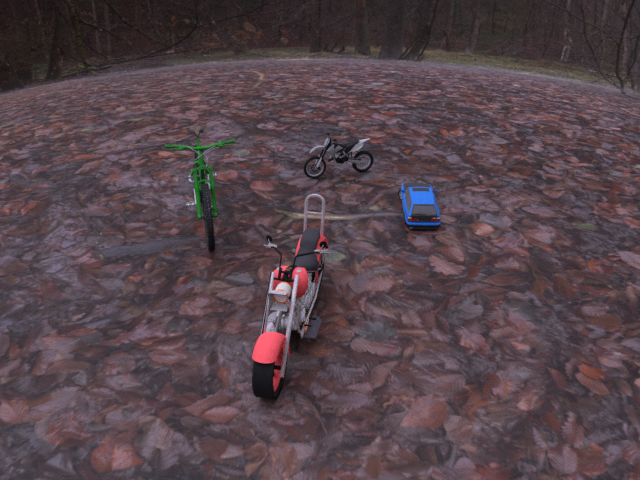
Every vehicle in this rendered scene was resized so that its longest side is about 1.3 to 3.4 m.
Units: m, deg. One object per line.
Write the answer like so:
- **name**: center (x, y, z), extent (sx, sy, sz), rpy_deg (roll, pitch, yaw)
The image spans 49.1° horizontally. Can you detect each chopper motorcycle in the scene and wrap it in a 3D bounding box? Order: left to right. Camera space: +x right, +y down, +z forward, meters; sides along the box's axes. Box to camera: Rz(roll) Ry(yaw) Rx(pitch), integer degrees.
- **chopper motorcycle**: center (-0.353, 0.636, 9.098), extent (0.906, 1.480, 3.040), rpy_deg (6, 29, 10)

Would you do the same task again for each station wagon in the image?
- **station wagon**: center (1.795, -0.713, 12.602), extent (0.682, 0.473, 1.597), rpy_deg (1, 29, 1)

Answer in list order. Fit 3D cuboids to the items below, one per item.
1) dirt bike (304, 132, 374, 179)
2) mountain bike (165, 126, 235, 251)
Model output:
- **dirt bike**: center (0.385, -1.686, 13.976), extent (1.493, 0.857, 0.527), rpy_deg (-9, 30, -17)
- **mountain bike**: center (-2.014, -1.050, 11.954), extent (1.114, 1.688, 2.857), rpy_deg (-6, 29, -11)
